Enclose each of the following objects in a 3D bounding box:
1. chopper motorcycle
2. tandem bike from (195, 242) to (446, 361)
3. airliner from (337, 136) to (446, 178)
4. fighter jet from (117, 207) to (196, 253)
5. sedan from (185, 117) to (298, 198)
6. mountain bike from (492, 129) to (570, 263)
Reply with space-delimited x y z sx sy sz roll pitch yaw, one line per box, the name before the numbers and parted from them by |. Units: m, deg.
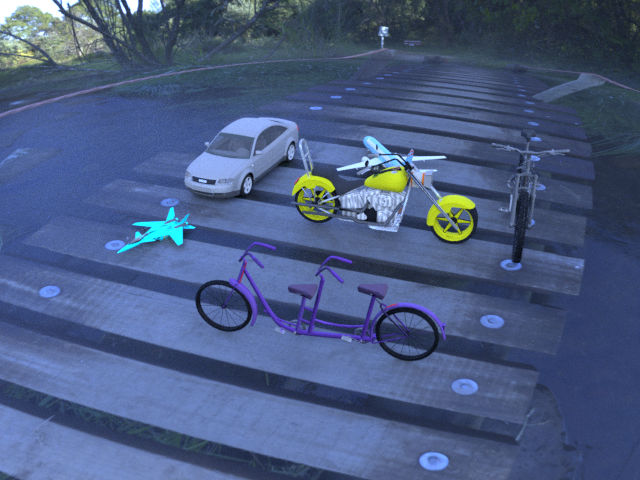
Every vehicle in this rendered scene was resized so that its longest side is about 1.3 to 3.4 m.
chopper motorcycle | 1.017 -0.782 11.205 3.040 1.480 0.906 7 29 14
tandem bike | -0.058 0.756 8.519 3.192 1.326 0.550 7 29 13
airliner | 1.321 -1.782 13.736 2.257 0.835 2.541 -8 29 -15
fighter jet | -2.712 -0.125 11.244 1.147 0.286 1.358 21 35 33
sedan | -1.461 -1.741 13.551 1.235 0.940 3.137 12 31 21
mountain bike | 3.225 -0.864 11.137 1.114 1.688 2.857 7 29 13
